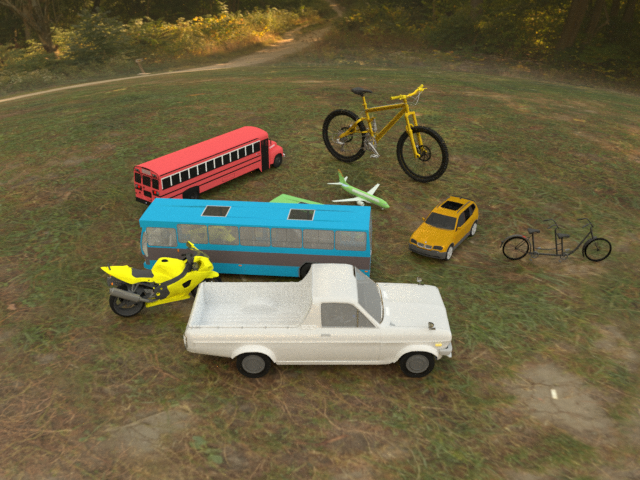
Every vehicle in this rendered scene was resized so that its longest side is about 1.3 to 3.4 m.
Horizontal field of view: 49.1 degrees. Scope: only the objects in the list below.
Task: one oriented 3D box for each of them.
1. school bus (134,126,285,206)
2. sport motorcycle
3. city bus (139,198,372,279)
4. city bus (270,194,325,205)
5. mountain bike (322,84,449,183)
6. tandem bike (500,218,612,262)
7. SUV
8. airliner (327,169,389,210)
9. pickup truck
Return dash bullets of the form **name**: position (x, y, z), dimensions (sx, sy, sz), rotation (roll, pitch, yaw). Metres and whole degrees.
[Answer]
- **school bus**: position (-1.919, -1.412, 12.967), dimensions (0.709, 0.844, 3.322), rotation (19, 33, 33)
- **sport motorcycle**: position (-2.034, 0.543, 9.164), dimensions (1.520, 0.821, 0.506), rotation (-10, 29, -18)
- **city bus**: position (-0.885, 0.010, 10.127), dimensions (3.255, 0.894, 0.926), rotation (3, 27, 5)
- **city bus**: position (-0.022, -0.290, 11.193), dimensions (1.674, 0.460, 0.476), rotation (16, 31, 28)
- **mountain bike**: position (1.195, -2.105, 13.396), dimensions (2.857, 1.688, 1.114), rotation (19, 33, 33)
- **tandem bike**: position (3.508, 0.010, 10.362), dimensions (1.642, 0.682, 0.283), rotation (1, 27, 2)
- **SUV**: position (1.961, -0.223, 10.928), dimensions (0.656, 0.580, 1.572), rotation (16, 31, 29)
- **airliner**: position (0.750, -0.887, 12.395), dimensions (1.161, 0.429, 1.307), rotation (-22, 35, -37)
- **pickup truck**: position (-0.007, 0.882, 8.312), dimensions (3.117, 0.993, 1.244), rotation (0, 27, 0)
